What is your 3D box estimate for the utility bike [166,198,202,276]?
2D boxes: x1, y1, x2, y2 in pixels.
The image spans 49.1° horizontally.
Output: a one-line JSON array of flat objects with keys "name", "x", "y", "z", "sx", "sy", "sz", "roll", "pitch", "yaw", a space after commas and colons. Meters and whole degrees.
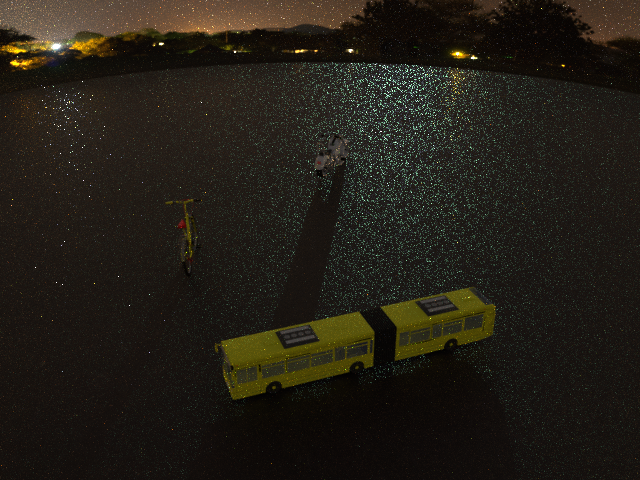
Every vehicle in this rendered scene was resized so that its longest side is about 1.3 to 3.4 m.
[{"name": "utility bike", "x": -2.007, "y": -0.104, "z": 10.396, "sx": 0.535, "sy": 0.946, "sz": 1.435, "roll": -1, "pitch": 28, "yaw": -3}]

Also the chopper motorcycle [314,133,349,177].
[{"name": "chopper motorcycle", "x": 0.262, "y": -1.767, "z": 13.762, "sx": 0.466, "sy": 0.761, "sz": 1.563, "roll": 11, "pitch": 29, "yaw": 19}]

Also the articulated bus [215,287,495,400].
[{"name": "articulated bus", "x": 0.497, "y": 1.188, "z": 8.347, "sx": 3.401, "sy": 0.561, "sz": 0.605, "roll": -10, "pitch": 29, "yaw": -18}]
